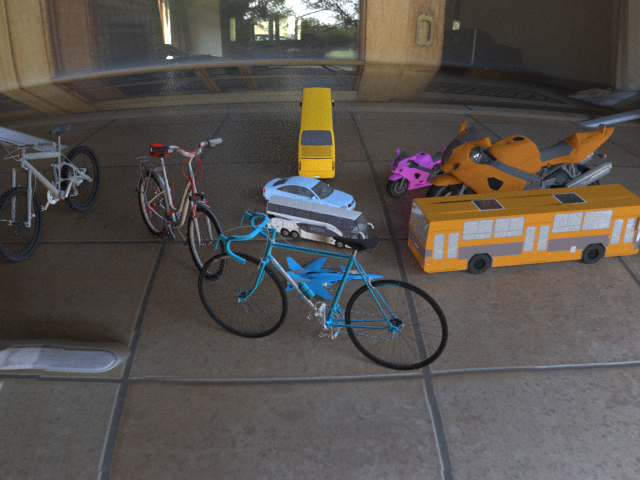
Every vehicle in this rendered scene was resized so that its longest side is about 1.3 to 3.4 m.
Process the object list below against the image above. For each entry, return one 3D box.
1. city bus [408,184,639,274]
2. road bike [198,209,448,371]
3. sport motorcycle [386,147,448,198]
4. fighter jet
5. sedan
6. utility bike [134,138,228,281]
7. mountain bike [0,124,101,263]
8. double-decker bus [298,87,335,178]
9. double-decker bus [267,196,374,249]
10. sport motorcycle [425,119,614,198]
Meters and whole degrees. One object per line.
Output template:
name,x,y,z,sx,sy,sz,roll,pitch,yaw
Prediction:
city bus,2.960,-0.150,10.087,3.255,0.894,0.926,-5,28,-9
road bike,-0.045,0.581,7.827,3.004,1.656,0.696,9,29,17
sport motorcycle,1.810,-1.227,12.268,1.520,0.821,0.506,-15,31,-26
fighter jet,0.201,0.445,9.594,1.358,0.286,1.147,-1,27,-3
sedan,-0.185,-0.763,11.733,1.613,0.483,0.635,12,29,22
utility bike,-1.985,-0.646,10.021,1.039,1.839,2.791,-19,33,-33
mountain bike,-4.131,-0.881,10.644,1.114,1.688,2.857,6,28,11
double-decker bus,-0.062,-2.206,13.924,0.756,1.052,3.251,0,27,0
double-decker bus,-0.025,-0.260,10.690,1.672,0.541,0.389,12,30,22
sport motorcycle,3.120,-1.035,11.045,2.955,1.596,0.983,-4,27,-7
